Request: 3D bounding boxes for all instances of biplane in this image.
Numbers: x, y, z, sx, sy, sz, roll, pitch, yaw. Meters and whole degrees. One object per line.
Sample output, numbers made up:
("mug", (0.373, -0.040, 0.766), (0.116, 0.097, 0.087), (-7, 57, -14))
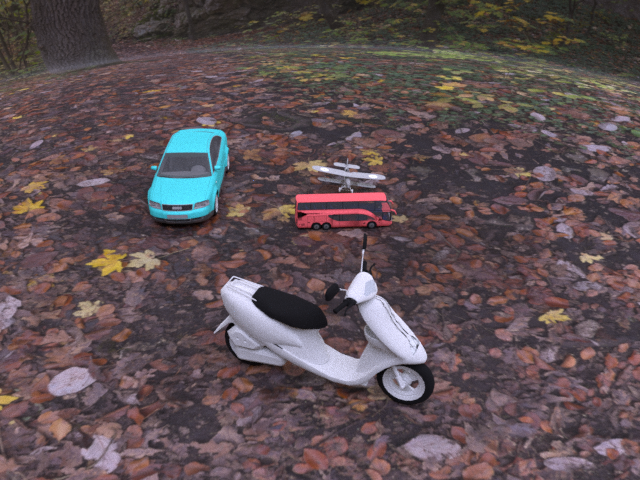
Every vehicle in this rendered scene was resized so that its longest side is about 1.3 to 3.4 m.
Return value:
("biplane", (0.526, -1.179, 12.901), (1.336, 0.504, 1.090), (0, 30, 0))

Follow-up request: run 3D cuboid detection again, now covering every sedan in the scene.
("sedan", (-2.349, -1.317, 12.704), (1.235, 0.940, 3.137), (0, 30, -1))

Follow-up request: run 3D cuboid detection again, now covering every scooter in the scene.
("scooter", (0.009, 0.921, 7.978), (2.721, 1.786, 1.288), (11, 32, 18))

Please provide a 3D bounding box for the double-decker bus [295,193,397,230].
("double-decker bus", (0.418, -0.488, 11.666), (1.672, 0.541, 0.389), (-2, 30, -3))
